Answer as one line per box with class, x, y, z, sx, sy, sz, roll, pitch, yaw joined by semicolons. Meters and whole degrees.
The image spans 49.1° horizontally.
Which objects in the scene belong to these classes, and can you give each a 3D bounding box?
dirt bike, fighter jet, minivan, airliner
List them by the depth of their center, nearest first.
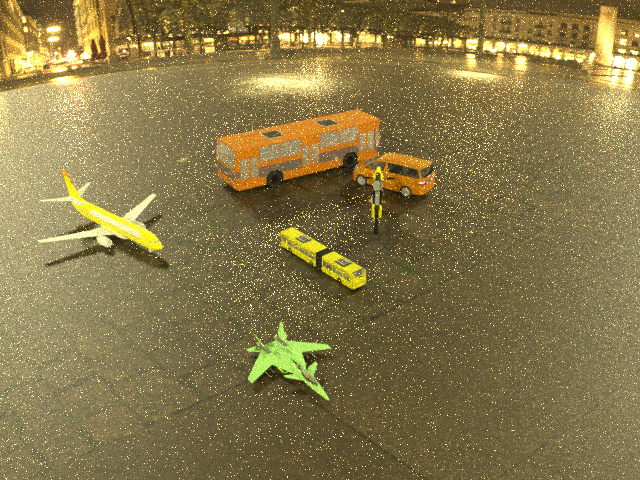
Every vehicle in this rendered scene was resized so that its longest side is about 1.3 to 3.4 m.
fighter jet;-0.289;1.460;8.314;1.147;0.286;1.358;-18;33;-30
airliner;-3.405;-0.467;11.312;2.541;0.835;2.257;21;35;34
dirt bike;0.974;-0.733;11.783;0.527;0.857;1.493;3;28;5
minivan;1.355;-1.275;13.044;1.548;0.616;0.681;18;33;29

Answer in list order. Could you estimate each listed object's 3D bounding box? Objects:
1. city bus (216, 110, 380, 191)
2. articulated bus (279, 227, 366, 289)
city bus;-0.366;-1.748;13.627;3.255;0.894;0.926;-17;33;-28
articulated bus;0.014;0.254;10.550;0.311;0.289;1.749;-21;35;-34
